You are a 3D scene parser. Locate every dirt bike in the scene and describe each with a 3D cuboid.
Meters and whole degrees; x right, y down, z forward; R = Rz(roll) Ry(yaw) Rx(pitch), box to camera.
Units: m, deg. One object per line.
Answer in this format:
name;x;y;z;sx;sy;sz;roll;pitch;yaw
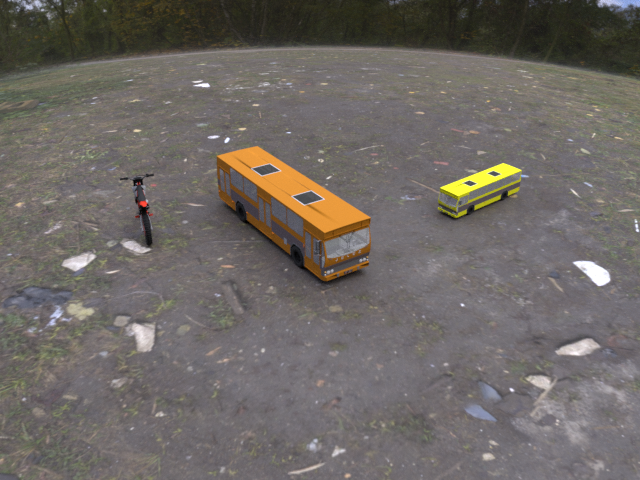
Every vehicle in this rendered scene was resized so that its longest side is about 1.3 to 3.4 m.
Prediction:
dirt bike;-2.828;-0.563;11.087;0.527;0.857;1.493;-10;31;-16

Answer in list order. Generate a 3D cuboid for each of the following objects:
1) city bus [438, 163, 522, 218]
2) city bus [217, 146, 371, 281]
city bus;2.746;-0.842;11.984;1.674;0.460;0.476;-21;36;-33
city bus;-0.510;-0.473;10.890;0.926;0.894;3.255;-18;34;-29
